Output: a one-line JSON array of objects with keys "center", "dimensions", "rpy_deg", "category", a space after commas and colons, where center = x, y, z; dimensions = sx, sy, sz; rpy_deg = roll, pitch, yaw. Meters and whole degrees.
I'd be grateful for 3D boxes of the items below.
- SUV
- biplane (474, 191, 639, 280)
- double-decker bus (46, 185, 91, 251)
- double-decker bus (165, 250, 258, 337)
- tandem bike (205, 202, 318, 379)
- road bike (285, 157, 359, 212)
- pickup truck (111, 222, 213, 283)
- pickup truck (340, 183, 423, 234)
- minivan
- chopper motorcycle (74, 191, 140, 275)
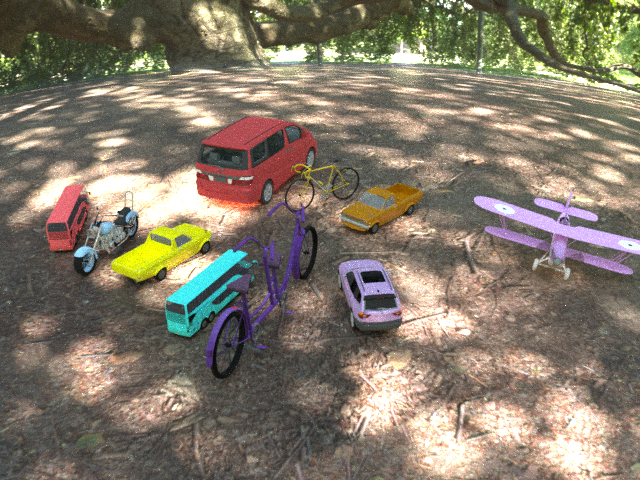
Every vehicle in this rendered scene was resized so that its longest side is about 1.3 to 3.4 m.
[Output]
[{"center": [0.644, 0.627, 9.178], "dimensions": [0.656, 0.580, 1.572], "rpy_deg": [-4, 27, -7], "category": "SUV"}, {"center": [3.542, -0.086, 10.135], "dimensions": [2.598, 0.981, 2.120], "rpy_deg": [10, 29, 18], "category": "biplane"}, {"center": [-4.015, -0.394, 11.222], "dimensions": [0.389, 0.541, 1.672], "rpy_deg": [-3, 27, -6], "category": "double-decker bus"}, {"center": [-1.397, 0.647, 9.183], "dimensions": [0.389, 0.541, 1.672], "rpy_deg": [12, 29, 22], "category": "double-decker bus"}, {"center": [-0.631, 0.452, 8.701], "dimensions": [0.550, 1.326, 3.192], "rpy_deg": [10, 29, 19], "category": "tandem bike"}, {"center": [0.055, -0.988, 12.046], "dimensions": [1.545, 0.852, 0.358], "rpy_deg": [-17, 31, -29], "category": "road bike"}, {"center": [-2.279, 0.126, 10.236], "dimensions": [0.640, 0.511, 1.603], "rpy_deg": [16, 31, 28], "category": "pickup truck"}, {"center": [1.044, -0.603, 11.666], "dimensions": [0.640, 0.511, 1.603], "rpy_deg": [22, 35, 37], "category": "pickup truck"}, {"center": [-1.080, -1.628, 12.919], "dimensions": [1.324, 1.197, 3.011], "rpy_deg": [11, 29, 21], "category": "minivan"}, {"center": [-3.182, -0.121, 10.445], "dimensions": [0.466, 0.761, 1.563], "rpy_deg": [8, 28, 16], "category": "chopper motorcycle"}]
